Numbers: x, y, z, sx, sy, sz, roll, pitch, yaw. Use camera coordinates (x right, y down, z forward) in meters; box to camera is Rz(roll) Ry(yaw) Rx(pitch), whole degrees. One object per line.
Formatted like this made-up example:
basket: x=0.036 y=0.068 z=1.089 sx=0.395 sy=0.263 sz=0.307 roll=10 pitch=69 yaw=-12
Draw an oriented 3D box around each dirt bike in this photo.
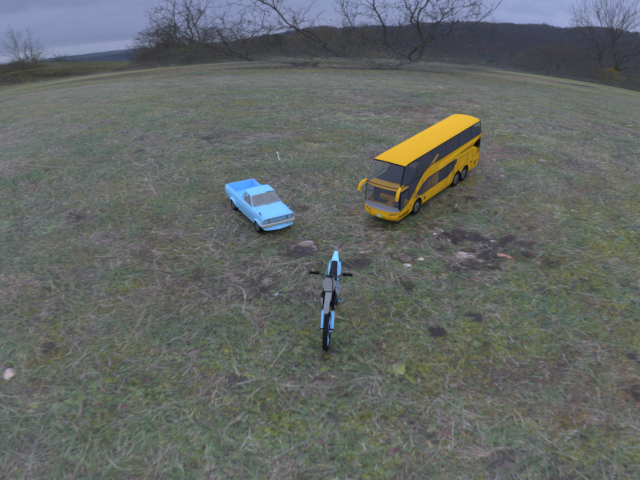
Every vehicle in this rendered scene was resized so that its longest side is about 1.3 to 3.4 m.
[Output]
dirt bike: x=0.149 y=0.689 z=8.749 sx=0.527 sy=0.857 sz=1.493 roll=3 pitch=28 yaw=6

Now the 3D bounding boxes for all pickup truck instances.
pickup truck: x=-1.029 y=-0.648 z=11.658 sx=0.640 sy=0.511 sz=1.603 roll=-15 pitch=31 yaw=-26

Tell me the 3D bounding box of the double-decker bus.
double-decker bus: x=1.862 y=-1.307 z=12.329 sx=0.756 sy=1.052 sz=3.251 roll=19 pitch=33 yaw=31
